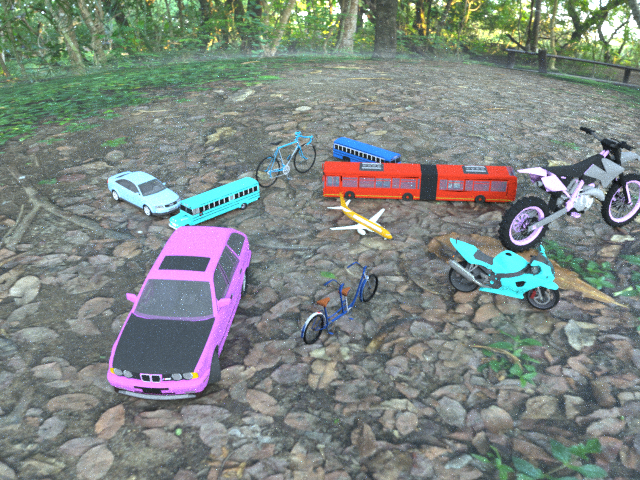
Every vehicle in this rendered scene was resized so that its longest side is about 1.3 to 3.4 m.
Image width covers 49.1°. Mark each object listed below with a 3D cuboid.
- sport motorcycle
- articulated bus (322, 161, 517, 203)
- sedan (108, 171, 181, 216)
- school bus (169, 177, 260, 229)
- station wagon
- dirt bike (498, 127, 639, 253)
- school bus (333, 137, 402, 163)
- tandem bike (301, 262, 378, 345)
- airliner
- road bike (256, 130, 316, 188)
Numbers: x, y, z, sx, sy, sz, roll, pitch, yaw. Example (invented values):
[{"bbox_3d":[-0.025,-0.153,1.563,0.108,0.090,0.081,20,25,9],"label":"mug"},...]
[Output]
[{"bbox_3d":[2.448,0.449,9.358,1.520,0.821,0.506,12,31,22],"label":"sport motorcycle"},{"bbox_3d":[1.714,-1.031,12.393,3.401,0.561,0.605,2,28,4],"label":"articulated bus"},{"bbox_3d":[-3.063,-0.863,12.162,1.613,0.483,0.635,23,36,36],"label":"sedan"},{"bbox_3d":[-1.764,-0.600,11.724,0.365,0.434,1.708,25,37,38],"label":"school bus"},{"bbox_3d":[-1.670,0.713,8.759,1.327,0.920,3.105,2,28,4],"label":"station wagon"},{"bbox_3d":[3.986,-0.764,10.726,2.903,1.666,1.024,-12,30,-21],"label":"dirt bike"},{"bbox_3d":[0.998,-1.577,13.546,1.708,0.434,0.365,23,36,37],"label":"school bus"},{"bbox_3d":[0.281,0.755,8.932,0.283,0.682,1.642,20,34,33],"label":"tandem bike"},{"bbox_3d":[0.715,-0.378,11.314,1.161,0.429,1.307,-21,35,-34],"label":"airliner"},{"bbox_3d":[-0.614,-1.512,12.983,0.358,0.852,1.545,24,37,38],"label":"road bike"}]
